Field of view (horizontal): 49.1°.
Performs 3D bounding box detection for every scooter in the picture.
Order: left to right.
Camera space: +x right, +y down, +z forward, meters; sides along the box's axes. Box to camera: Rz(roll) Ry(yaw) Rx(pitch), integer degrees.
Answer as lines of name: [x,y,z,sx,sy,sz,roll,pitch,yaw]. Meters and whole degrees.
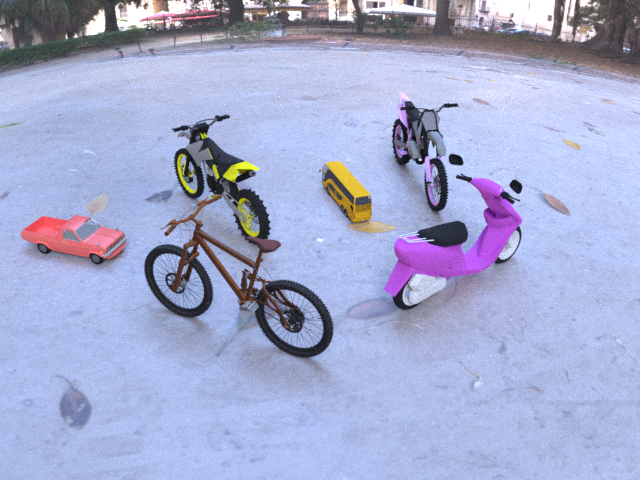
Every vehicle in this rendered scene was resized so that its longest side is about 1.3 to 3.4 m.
scooter: [1.992,-0.119,9.786,2.721,1.786,1.288,-21,37,-32]

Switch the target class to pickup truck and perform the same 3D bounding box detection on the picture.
pickup truck: [-3.861,-0.082,10.976,1.603,0.511,0.640,10,32,16]

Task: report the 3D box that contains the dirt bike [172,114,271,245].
dirt bike: [-1.719,-1.091,11.545,1.024,1.666,2.903,-22,37,-32]

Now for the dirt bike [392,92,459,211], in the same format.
dirt bike: [1.814,-1.763,12.680,1.024,1.666,2.903,-6,31,-9]

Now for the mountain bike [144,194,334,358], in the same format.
mountain bike: [-1.109,0.504,8.832,2.857,1.688,1.114,15,34,24]

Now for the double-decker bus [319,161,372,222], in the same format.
double-decker bus: [0.443,-0.886,12.303,0.389,0.541,1.672,-10,32,-17]
